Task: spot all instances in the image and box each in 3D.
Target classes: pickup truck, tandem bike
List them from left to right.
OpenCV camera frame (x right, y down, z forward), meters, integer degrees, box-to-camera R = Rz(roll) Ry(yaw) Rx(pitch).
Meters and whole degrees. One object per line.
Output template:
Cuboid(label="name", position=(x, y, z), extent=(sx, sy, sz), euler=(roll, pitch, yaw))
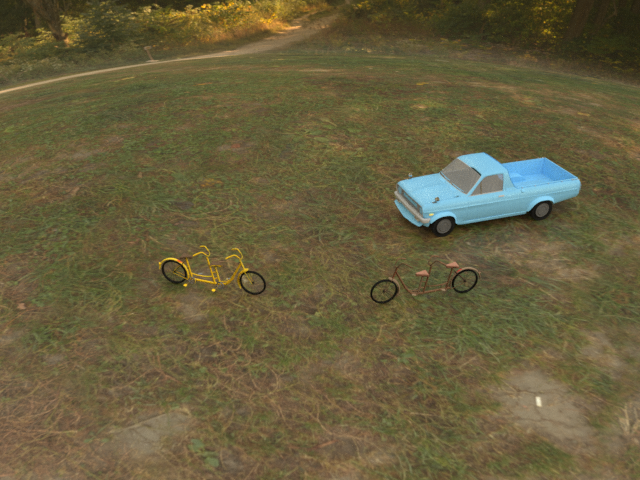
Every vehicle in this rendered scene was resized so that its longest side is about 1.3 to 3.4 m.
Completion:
Cuboid(label="tandem bike", position=(-1.555, 0.410, 9.993), extent=(1.642, 0.682, 0.283), euler=(7, 30, 13))
Cuboid(label="tandem bike", position=(1.494, 0.528, 9.782), extent=(1.642, 0.682, 0.283), euler=(-7, 30, -11))
Cuboid(label="pickup truck", position=(2.877, -0.917, 12.037), extent=(3.117, 0.993, 1.244), euler=(-9, 31, -16))
